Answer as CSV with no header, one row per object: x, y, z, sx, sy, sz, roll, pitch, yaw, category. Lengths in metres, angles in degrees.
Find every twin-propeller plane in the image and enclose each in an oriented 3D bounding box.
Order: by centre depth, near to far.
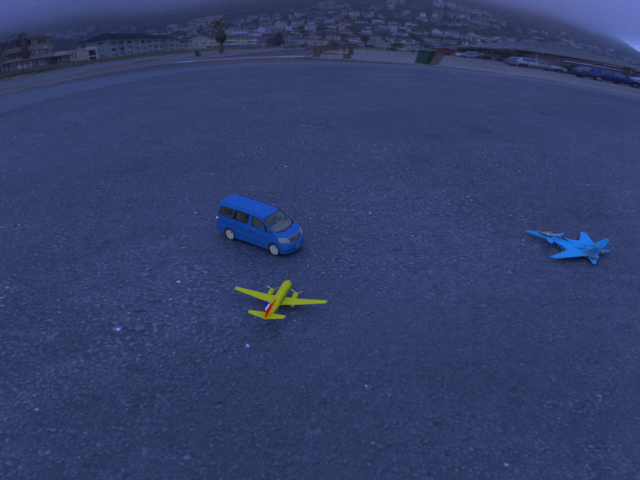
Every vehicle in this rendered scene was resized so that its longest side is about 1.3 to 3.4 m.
-0.589,0.793,9.828,1.370,0.407,1.095,8,29,14,twin-propeller plane

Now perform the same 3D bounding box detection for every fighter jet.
3.993,-0.020,11.474,1.358,0.286,1.147,23,36,36,fighter jet

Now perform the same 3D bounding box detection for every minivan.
-0.987,-0.264,11.581,1.548,0.616,0.681,18,33,30,minivan
